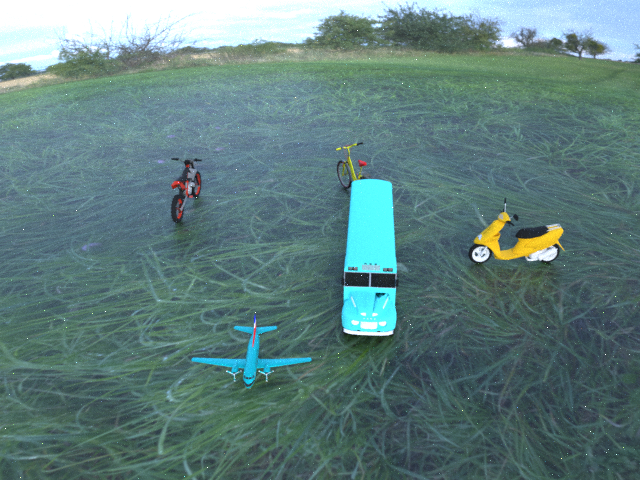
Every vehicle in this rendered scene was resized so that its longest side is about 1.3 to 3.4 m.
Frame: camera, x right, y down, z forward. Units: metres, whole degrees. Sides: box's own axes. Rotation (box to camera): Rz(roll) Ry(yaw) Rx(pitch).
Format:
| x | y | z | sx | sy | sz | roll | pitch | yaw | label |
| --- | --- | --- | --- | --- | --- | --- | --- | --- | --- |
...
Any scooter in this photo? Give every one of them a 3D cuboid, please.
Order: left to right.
| x | y | z | sx | sy | sz | roll | pitch | yaw | label |
| --- | --- | --- | --- | --- | --- | --- | --- | --- | --- |
| 2.876 | -0.072 | 10.152 | 1.399 | 0.919 | 0.662 | -1 | 27 | -1 | scooter |

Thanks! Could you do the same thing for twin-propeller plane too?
| x | y | z | sx | sy | sz | roll | pitch | yaw | label |
| --- | --- | --- | --- | --- | --- | --- | --- | --- | --- |
| -0.782 | 1.293 | 8.068 | 1.370 | 0.407 | 1.095 | 0 | 27 | 0 | twin-propeller plane |

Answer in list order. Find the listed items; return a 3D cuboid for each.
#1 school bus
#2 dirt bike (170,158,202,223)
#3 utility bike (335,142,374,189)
| x | y | z | sx | sy | sz | roll | pitch | yaw | label |
| --- | --- | --- | --- | --- | --- | --- | --- | --- | --- |
| 0.703 | 0.155 | 9.795 | 0.709 | 0.844 | 3.322 | 2 | 27 | 4 | school bus |
| -2.276 | -0.922 | 11.865 | 0.527 | 0.857 | 1.493 | 4 | 28 | 7 | dirt bike |
| 0.587 | -1.174 | 12.255 | 0.535 | 0.946 | 1.435 | -12 | 30 | -23 | utility bike |
